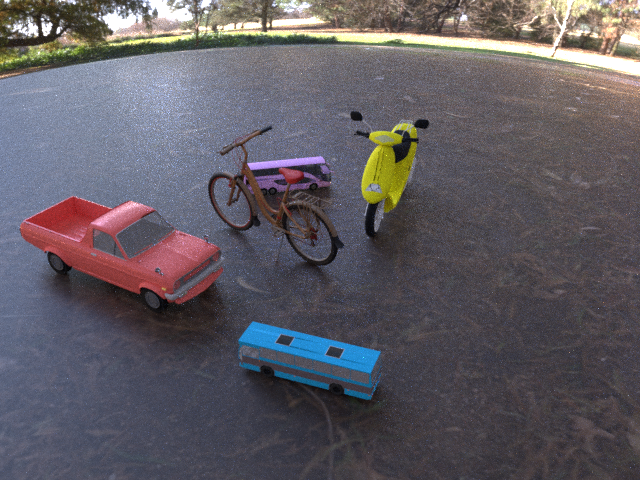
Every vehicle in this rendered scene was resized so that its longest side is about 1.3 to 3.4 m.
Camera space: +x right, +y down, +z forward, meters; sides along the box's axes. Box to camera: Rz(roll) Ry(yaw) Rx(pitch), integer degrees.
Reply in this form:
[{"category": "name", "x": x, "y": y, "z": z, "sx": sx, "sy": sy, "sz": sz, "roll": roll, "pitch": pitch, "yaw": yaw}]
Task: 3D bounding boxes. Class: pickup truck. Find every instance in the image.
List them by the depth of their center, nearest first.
[{"category": "pickup truck", "x": -2.929, "y": 0.018, "z": 10.223, "sx": 3.117, "sy": 0.993, "sz": 1.244, "roll": 17, "pitch": 34, "yaw": 26}]

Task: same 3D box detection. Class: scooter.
[{"category": "scooter", "x": 1.193, "y": -1.353, "z": 11.777, "sx": 1.288, "sy": 1.786, "sz": 2.721, "roll": 10, "pitch": 32, "yaw": 16}]

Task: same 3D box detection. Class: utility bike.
[{"category": "utility bike", "x": -0.812, "y": -0.629, "z": 10.490, "sx": 2.791, "sy": 1.839, "sz": 1.039, "roll": 23, "pitch": 37, "yaw": 33}]

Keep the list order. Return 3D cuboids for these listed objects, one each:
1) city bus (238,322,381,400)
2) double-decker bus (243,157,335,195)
[{"category": "city bus", "x": -0.129, "y": 1.439, "z": 8.326, "sx": 1.674, "sy": 0.460, "sz": 0.476, "roll": 11, "pitch": 32, "yaw": 18}, {"category": "double-decker bus", "x": -0.577, "y": -1.168, "z": 12.694, "sx": 1.672, "sy": 0.541, "sz": 0.389, "roll": -7, "pitch": 31, "yaw": -12}]
